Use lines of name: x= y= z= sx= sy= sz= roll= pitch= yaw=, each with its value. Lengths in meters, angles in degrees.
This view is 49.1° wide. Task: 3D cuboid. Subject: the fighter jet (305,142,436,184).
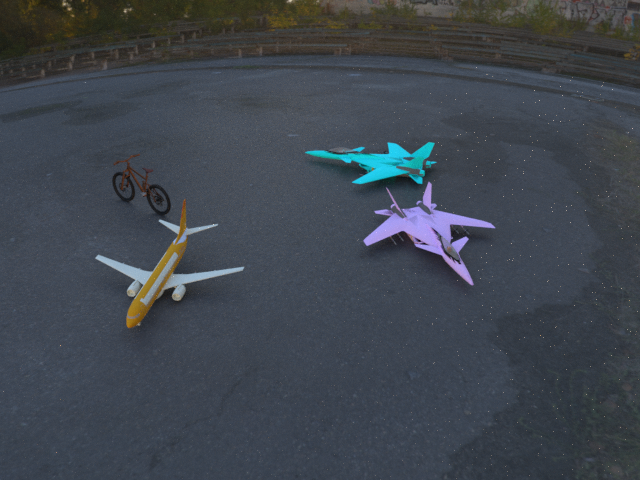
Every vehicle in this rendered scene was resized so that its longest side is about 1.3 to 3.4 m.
fighter jet: x=0.912 y=-1.712 z=13.931 sx=2.640 sy=0.557 sz=2.229 roll=11 pitch=31 yaw=19

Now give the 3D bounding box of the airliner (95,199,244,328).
airliner: x=-2.271 y=0.308 z=9.992 sx=2.257 sy=0.835 sz=2.541 roll=4 pitch=29 yaw=8

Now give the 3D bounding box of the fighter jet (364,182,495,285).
fighter jet: x=1.837 y=-0.119 z=11.051 sx=2.229 sy=0.557 sz=2.640 roll=-8 pitch=30 yaw=-13

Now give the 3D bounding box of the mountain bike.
mountain bike: x=-3.154 y=-0.960 z=12.249 sx=1.469 sy=0.868 sz=0.573 roll=19 pitch=34 yaw=31
